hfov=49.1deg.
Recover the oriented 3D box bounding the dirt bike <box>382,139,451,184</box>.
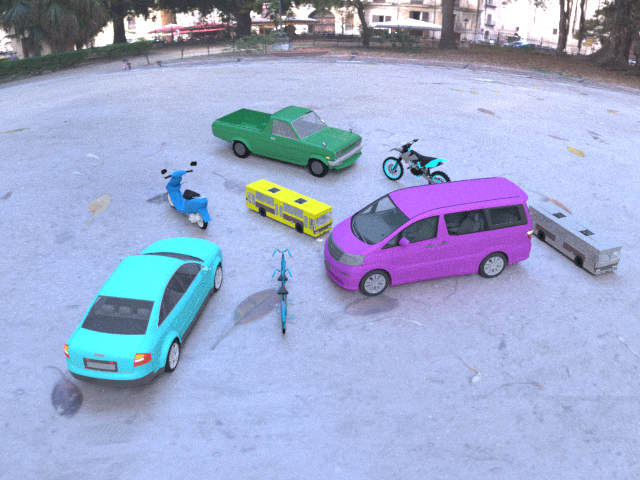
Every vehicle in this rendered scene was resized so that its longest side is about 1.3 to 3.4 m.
[{"bbox_3d":[1.769,-1.355,12.861,1.493,0.857,0.527,22,35,34],"label":"dirt bike"}]

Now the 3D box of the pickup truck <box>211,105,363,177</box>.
[{"bbox_3d":[-0.690,-2.157,14.193,3.117,0.993,1.244,17,33,28],"label":"pickup truck"}]

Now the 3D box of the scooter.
[{"bbox_3d":[-2.244,-0.774,11.729,0.662,0.919,1.399,-20,35,-33],"label":"scooter"}]

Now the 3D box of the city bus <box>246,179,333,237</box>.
[{"bbox_3d":[-0.540,-0.536,11.770,1.674,0.460,0.476,24,37,37],"label":"city bus"}]

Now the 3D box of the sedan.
[{"bbox_3d":[-2.147,0.680,9.032,1.235,0.940,3.137,5,29,9],"label":"sedan"}]

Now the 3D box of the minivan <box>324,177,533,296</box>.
[{"bbox_3d":[1.556,-0.113,10.222,3.011,1.197,1.324,-8,29,-14],"label":"minivan"}]

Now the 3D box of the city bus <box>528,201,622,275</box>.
[{"bbox_3d":[3.888,-0.042,10.862,0.476,0.460,1.674,-11,30,-19],"label":"city bus"}]

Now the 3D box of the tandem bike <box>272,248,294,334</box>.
[{"bbox_3d":[-0.498,0.605,9.440,0.283,0.682,1.642,-1,29,-2],"label":"tandem bike"}]
